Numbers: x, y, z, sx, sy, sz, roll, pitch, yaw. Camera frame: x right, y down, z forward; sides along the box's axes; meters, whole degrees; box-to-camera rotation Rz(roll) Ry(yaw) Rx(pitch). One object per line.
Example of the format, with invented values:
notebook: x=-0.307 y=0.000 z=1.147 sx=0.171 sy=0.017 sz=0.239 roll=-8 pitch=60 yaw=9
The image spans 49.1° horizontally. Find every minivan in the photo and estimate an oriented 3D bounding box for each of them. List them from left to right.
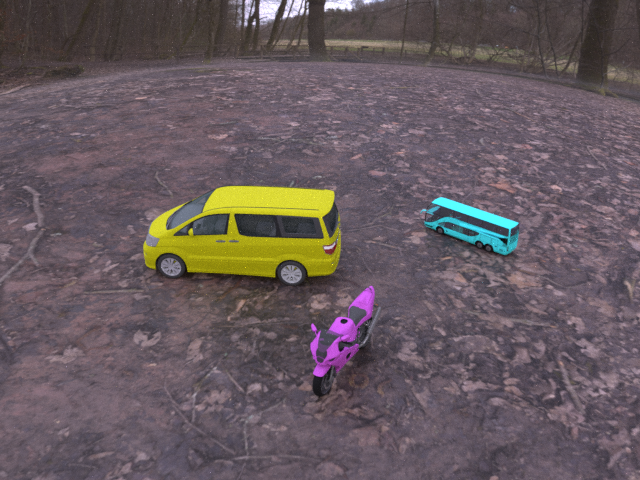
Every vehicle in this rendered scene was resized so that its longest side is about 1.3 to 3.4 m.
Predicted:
minivan: x=-1.193 y=-0.148 z=10.663 sx=3.011 sy=1.197 sz=1.324 roll=3 pitch=28 yaw=6

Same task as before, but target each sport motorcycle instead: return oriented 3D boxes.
sport motorcycle: x=0.302 y=1.222 z=8.519 sx=0.506 sy=0.821 sz=1.520 roll=14 pitch=31 yaw=25

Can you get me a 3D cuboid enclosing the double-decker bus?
double-decker bus: x=2.456 y=-0.253 z=11.550 sx=1.672 sy=0.541 sz=0.389 roll=23 pitch=36 yaw=36
